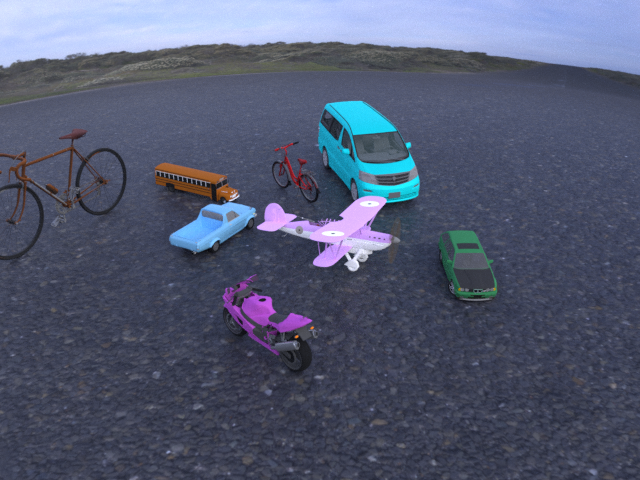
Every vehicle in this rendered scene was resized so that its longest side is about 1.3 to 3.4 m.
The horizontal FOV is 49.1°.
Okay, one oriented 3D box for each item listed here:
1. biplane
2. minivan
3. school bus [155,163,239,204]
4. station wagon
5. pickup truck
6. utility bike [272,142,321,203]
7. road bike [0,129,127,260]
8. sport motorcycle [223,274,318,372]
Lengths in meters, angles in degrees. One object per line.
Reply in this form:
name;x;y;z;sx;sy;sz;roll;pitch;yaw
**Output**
biplane;0.164;-0.135;10.357;2.120;0.981;2.598;9;28;18
minivan;0.870;-1.697;13.250;1.324;1.197;3.011;-7;27;-14
school bus;-2.250;-1.043;12.793;1.708;0.434;0.365;14;30;26
station wagon;2.105;0.309;10.035;0.682;0.473;1.597;0;26;0
pickup truck;-1.670;-0.252;11.118;0.640;0.511;1.603;14;30;26
utility bike;-0.490;-1.225;12.584;0.535;0.946;1.435;-20;33;-34
road bike;-4.139;-0.848;11.031;0.696;1.656;3.004;14;30;25
sport motorcycle;-0.650;0.982;8.293;1.520;0.821;0.506;23;34;38
